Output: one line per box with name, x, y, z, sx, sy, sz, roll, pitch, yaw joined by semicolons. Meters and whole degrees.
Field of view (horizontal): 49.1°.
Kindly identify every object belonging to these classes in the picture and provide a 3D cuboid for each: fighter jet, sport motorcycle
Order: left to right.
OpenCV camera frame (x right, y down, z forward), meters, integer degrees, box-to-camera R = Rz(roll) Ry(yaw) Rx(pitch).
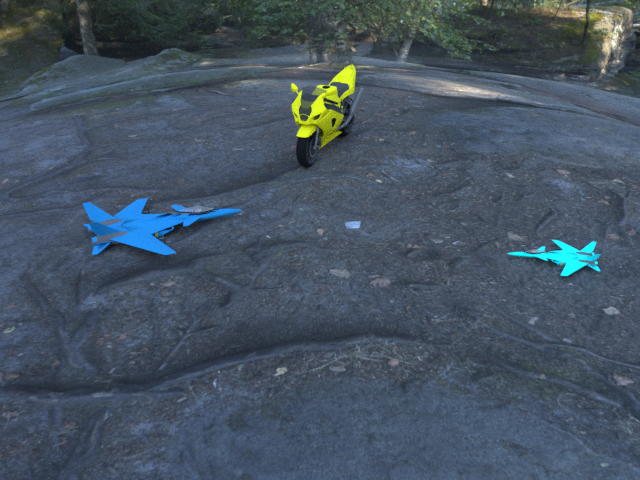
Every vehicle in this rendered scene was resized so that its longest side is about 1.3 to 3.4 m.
fighter jet;-2.569;-0.424;11.742;2.640;0.557;2.229;-12;30;-21
sport motorcycle;0.156;-2.686;14.875;0.983;1.596;2.955;11;30;20
fighter jet;3.615;0.194;10.870;1.358;0.286;1.147;5;28;9
